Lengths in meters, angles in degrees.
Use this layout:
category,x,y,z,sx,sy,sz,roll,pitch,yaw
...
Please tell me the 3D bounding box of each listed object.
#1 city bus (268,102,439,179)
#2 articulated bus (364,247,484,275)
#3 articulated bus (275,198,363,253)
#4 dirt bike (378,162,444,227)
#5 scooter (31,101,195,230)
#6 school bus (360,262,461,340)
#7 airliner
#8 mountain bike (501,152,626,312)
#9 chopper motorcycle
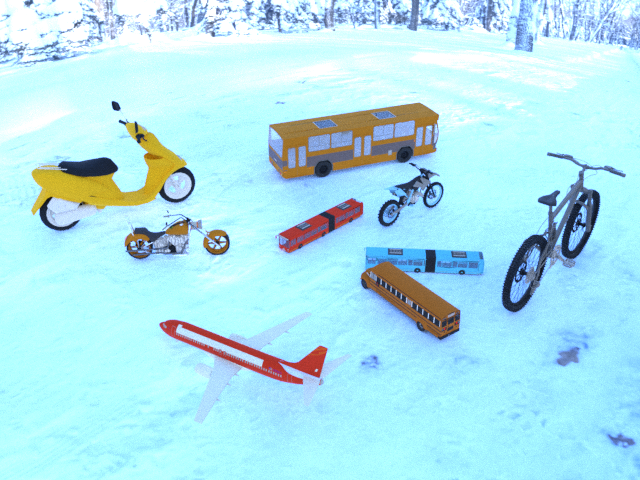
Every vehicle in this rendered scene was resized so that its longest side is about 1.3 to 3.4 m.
category,x,y,z,sx,sy,sz,roll,pitch,yaw
city bus,0.671,-1.898,13.460,3.255,0.894,0.926,-12,33,-19
articulated bus,1.525,0.303,10.342,1.749,0.289,0.311,2,31,4
articulated bus,0.033,-0.253,11.281,0.311,0.289,1.749,27,40,37
dirt bike,1.531,-0.774,11.602,1.493,0.857,0.527,-22,37,-32
scooter,-3.364,-1.180,11.375,2.721,1.786,1.288,-17,34,-26
school bus,1.165,0.748,9.449,0.365,0.434,1.708,-20,36,-30
airliner,-0.966,1.204,8.287,2.541,0.835,2.257,17,35,26
mountain bike,3.323,-0.150,9.735,1.114,1.688,2.857,24,38,34
chopper motorcycle,-2.154,-0.078,10.521,1.563,0.761,0.466,-4,31,-7
